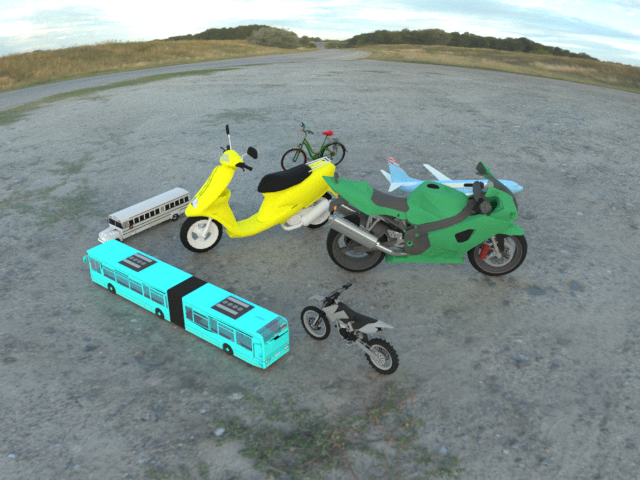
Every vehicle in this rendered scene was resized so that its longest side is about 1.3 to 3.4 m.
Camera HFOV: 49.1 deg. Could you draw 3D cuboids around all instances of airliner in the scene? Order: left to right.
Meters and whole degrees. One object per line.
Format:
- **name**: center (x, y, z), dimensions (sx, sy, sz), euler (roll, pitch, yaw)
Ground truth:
- **airliner**: center (2.394, -1.102, 12.442), dimensions (2.541, 0.835, 2.257), euler (-2, 28, -3)

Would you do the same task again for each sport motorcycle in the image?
- **sport motorcycle**: center (1.505, -0.224, 9.983), dimensions (2.955, 1.596, 0.983), euler (2, 28, 3)

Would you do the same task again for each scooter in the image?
- **scooter**: center (-0.899, -0.815, 10.891), dimensions (2.721, 1.786, 1.288), euler (-13, 31, -22)

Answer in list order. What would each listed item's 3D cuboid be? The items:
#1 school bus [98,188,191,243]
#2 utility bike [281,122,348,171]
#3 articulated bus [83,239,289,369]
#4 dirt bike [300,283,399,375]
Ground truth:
- **school bus**: center (-2.880, -0.387, 11.526), dimensions (0.365, 0.434, 1.708), euler (21, 34, 34)
- **utility bike**: center (-0.078, -1.779, 13.597), dimensions (1.435, 0.946, 0.535), euler (-12, 30, -21)
- **articulated bus**: center (-1.848, 0.761, 9.234), dimensions (3.401, 0.561, 0.605), euler (20, 34, 33)
- **dirt bike**: center (0.327, 1.037, 8.400), dimensions (1.493, 0.857, 0.527), euler (22, 35, 35)
